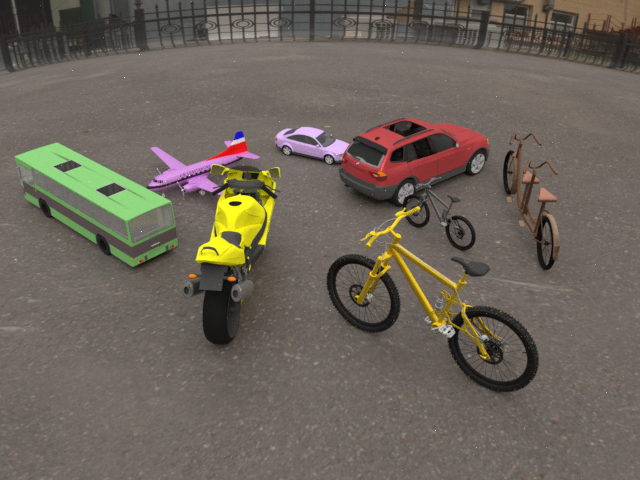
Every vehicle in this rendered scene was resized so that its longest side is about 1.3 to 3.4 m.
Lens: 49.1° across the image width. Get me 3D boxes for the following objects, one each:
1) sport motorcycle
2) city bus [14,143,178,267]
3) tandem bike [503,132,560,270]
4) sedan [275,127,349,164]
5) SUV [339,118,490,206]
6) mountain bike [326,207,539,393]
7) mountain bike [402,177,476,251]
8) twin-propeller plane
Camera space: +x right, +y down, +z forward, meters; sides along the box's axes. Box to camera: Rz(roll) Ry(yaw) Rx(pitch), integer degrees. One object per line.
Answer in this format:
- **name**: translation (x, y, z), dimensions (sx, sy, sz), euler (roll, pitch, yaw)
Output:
- **sport motorcycle**: translation (-1.110, 0.059, 9.377), dimensions (0.983, 1.596, 2.955), euler (3, 31, 6)
- **city bus**: translation (-3.609, -0.598, 11.131), dimensions (3.255, 0.894, 0.926), euler (25, 39, 35)
- **tandem bike**: translation (3.298, -0.773, 11.006), dimensions (0.550, 1.326, 3.192), euler (0, 31, 0)
- **sedan**: translation (-0.110, -1.891, 13.654), dimensions (1.613, 0.483, 0.635), euler (15, 35, 23)
- **SUV**: translation (1.754, -1.591, 12.540), dimensions (3.058, 1.128, 1.276), euler (-23, 38, -33)
- **mountain bike**: translation (1.243, 0.701, 8.233), dimensions (2.857, 1.688, 1.114), euler (22, 37, 31)
- **mountain bike**: translation (1.841, -0.420, 10.865), dimensions (0.573, 0.868, 1.469), euler (-24, 39, -34)
- **twin-propeller plane**: translation (-2.152, -1.337, 12.446), dimensions (2.129, 0.792, 2.663), euler (-24, 39, -34)
